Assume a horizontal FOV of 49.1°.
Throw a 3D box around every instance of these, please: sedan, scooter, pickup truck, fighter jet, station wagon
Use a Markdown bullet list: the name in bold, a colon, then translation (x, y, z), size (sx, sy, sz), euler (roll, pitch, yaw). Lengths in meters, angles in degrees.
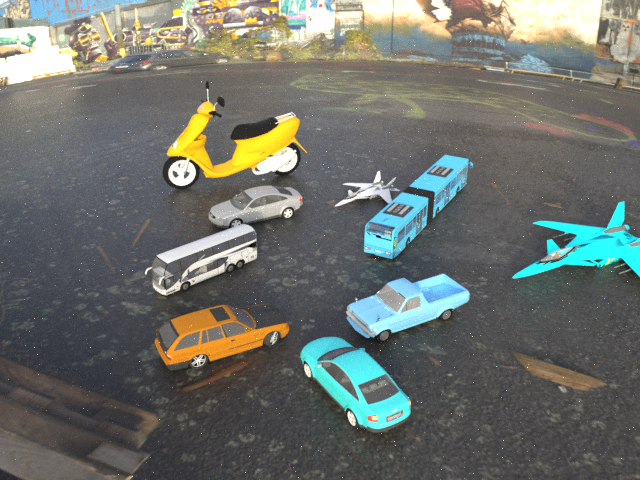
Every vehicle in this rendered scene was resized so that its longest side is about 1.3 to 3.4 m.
- **sedan**: translation (0.350, 1.482, 7.678), size (0.635, 0.483, 1.613), euler (-16, 31, -27)
- **scooter**: translation (-1.553, -1.899, 12.742), size (2.721, 1.786, 1.288), euler (-10, 29, -18)
- **pickup truck**: translation (1.137, 0.793, 8.967), size (1.603, 0.511, 0.640), euler (-15, 31, -26)
- **fighter jet**: translation (3.850, 0.084, 10.274), size (2.640, 0.557, 2.229), euler (-14, 31, -25)
- **fighter jet**: translation (0.753, -0.868, 12.389), size (1.358, 0.286, 1.147), euler (-23, 35, -37)
- **sedan**: translation (-1.067, -0.590, 11.644), size (1.613, 0.483, 0.635), euler (-14, 31, -25)
- **station wagon**: translation (-1.163, 1.079, 8.461), size (1.597, 0.473, 0.682), euler (-13, 30, -24)

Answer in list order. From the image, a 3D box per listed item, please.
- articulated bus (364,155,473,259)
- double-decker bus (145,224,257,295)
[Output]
- **articulated bus**: translation (1.694, -0.634, 11.643), size (0.605, 0.561, 3.401), euler (15, 31, 26)
- **double-decker bus**: translation (-1.638, 0.276, 9.925), size (1.672, 0.541, 0.389), euler (-22, 35, -36)
